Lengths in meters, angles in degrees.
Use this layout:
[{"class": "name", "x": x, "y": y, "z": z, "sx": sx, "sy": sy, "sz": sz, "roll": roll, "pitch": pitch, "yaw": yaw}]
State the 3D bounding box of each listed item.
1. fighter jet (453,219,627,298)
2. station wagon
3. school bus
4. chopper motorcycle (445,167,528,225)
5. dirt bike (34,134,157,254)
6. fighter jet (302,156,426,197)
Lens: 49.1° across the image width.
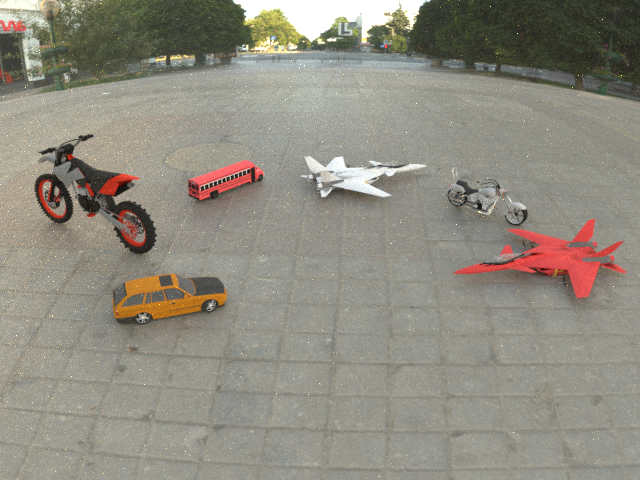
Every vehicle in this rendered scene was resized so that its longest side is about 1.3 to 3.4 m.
[{"class": "fighter jet", "x": 3.330, "y": 0.219, "z": 10.933, "sx": 2.640, "sy": 0.557, "sz": 2.229, "roll": -6, "pitch": 28, "yaw": -12}, {"class": "station wagon", "x": -2.137, "y": 0.770, "z": 9.977, "sx": 1.597, "sy": 0.473, "sz": 0.682, "roll": -9, "pitch": 29, "yaw": -16}, {"class": "school bus", "x": -1.806, "y": -1.198, "z": 13.754, "sx": 0.365, "sy": 0.434, "sz": 1.708, "roll": 24, "pitch": 36, "yaw": 37}, {"class": "chopper motorcycle", "x": 3.009, "y": -0.793, "z": 12.635, "sx": 1.563, "sy": 0.761, "sz": 0.466, "roll": 20, "pitch": 34, "yaw": 33}, {"class": "dirt bike", "x": -3.862, "y": -0.790, "z": 11.658, "sx": 2.903, "sy": 1.666, "sz": 1.024, "roll": 17, "pitch": 32, "yaw": 29}, {"class": "fighter jet", "x": 1.024, "y": -1.462, "z": 14.124, "sx": 2.640, "sy": 0.557, "sz": 2.229, "roll": -11, "pitch": 30, "yaw": -20}]
